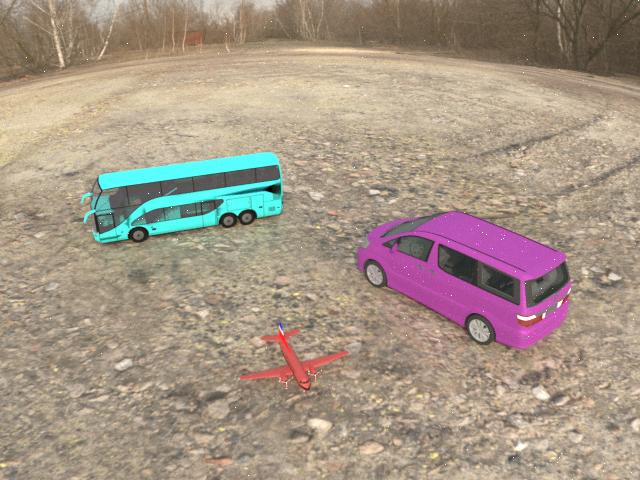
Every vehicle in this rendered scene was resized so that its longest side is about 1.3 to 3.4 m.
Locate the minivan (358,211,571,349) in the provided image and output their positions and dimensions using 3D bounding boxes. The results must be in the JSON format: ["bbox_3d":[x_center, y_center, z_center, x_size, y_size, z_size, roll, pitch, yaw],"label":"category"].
[{"bbox_3d":[1.855,0.324,9.569,1.324,1.197,3.011,-24,37,-36],"label":"minivan"}]

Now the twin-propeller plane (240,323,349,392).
[{"bbox_3d":[-0.327,1.419,8.424,1.370,0.407,1.095,-11,31,-18],"label":"twin-propeller plane"}]

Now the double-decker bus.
[{"bbox_3d":[-2.223,-0.701,11.545,3.251,1.052,0.756,-10,31,-17],"label":"double-decker bus"}]
